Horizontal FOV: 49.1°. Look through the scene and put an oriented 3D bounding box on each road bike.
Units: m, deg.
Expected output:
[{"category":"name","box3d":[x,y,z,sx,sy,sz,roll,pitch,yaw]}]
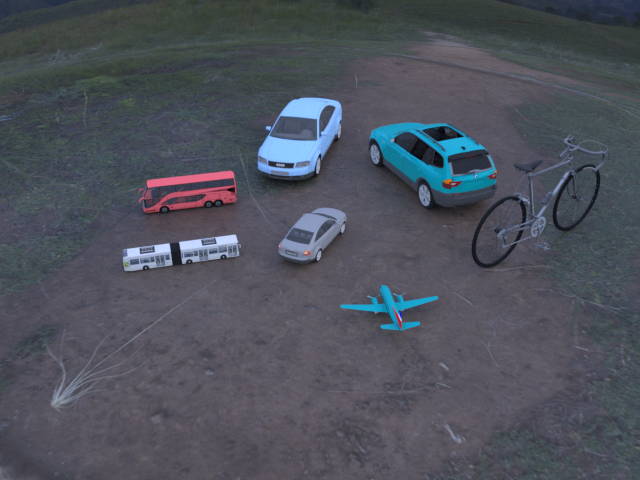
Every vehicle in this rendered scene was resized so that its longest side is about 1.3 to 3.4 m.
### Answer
[{"category":"road bike","box3d":[3.401,-0.606,10.699,3.004,1.656,0.697,-21,37,-30]}]

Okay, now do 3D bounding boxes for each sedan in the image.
[{"category":"sedan","box3d":[-0.088,-0.158,11.089,0.635,0.483,1.613,14,34,22]},{"category":"sedan","box3d":[-0.359,-2.163,13.966,1.235,0.940,3.137,7,32,12]}]

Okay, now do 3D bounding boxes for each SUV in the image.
[{"category":"SUV","box3d":[2.005,-1.586,12.830,1.276,1.128,3.058,-13,33,-20]}]

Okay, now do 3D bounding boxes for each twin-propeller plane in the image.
[{"category":"twin-propeller plane","box3d":[0.967,0.868,9.466,1.370,0.407,1.095,-5,31,-7]}]

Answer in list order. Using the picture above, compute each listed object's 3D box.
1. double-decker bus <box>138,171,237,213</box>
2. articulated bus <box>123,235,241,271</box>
[{"category":"double-decker bus","box3d":[-2.289,-0.826,12.140,1.672,0.541,0.389,-8,32,-13]},{"category":"articulated bus","box3d":[-2.101,0.197,10.691,1.749,0.289,0.311,-8,32,-13]}]
